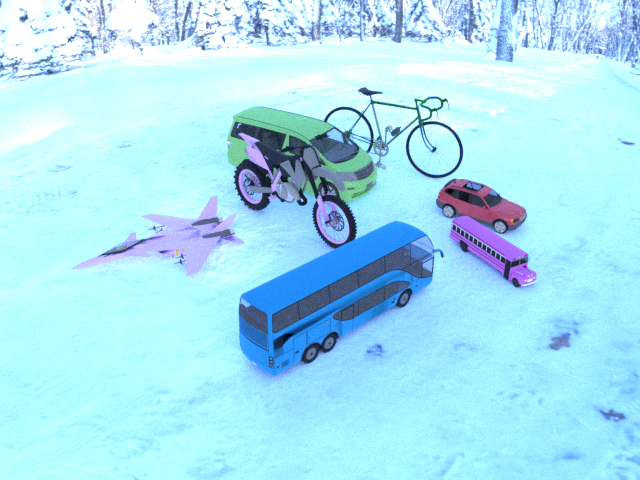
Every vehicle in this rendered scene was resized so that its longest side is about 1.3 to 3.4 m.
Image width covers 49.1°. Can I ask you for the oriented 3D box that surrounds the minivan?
[{"bbox_3d":[-0.347,-1.675,13.386,3.011,1.197,1.324,18,34,29],"label":"minivan"}]

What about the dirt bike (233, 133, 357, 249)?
[{"bbox_3d":[-0.474,-0.953,11.630,2.903,1.666,1.024,26,38,38],"label":"dirt bike"}]

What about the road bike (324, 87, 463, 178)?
[{"bbox_3d":[1.384,-2.163,13.783,3.004,1.656,0.696,14,32,24],"label":"road bike"}]

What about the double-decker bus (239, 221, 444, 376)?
[{"bbox_3d":[0.359,0.663,9.395,3.251,1.052,0.756,-25,38,-37],"label":"double-decker bus"}]

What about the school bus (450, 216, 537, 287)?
[{"bbox_3d":[2.696,0.165,10.904,0.365,0.434,1.708,-15,33,-25],"label":"school bus"}]

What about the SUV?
[{"bbox_3d":[2.799,-0.629,12.162,1.572,0.580,0.656,20,35,31],"label":"SUV"}]

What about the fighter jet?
[{"bbox_3d":[-2.639,-0.030,11.125,2.640,0.557,2.229,-16,33,-26],"label":"fighter jet"}]
